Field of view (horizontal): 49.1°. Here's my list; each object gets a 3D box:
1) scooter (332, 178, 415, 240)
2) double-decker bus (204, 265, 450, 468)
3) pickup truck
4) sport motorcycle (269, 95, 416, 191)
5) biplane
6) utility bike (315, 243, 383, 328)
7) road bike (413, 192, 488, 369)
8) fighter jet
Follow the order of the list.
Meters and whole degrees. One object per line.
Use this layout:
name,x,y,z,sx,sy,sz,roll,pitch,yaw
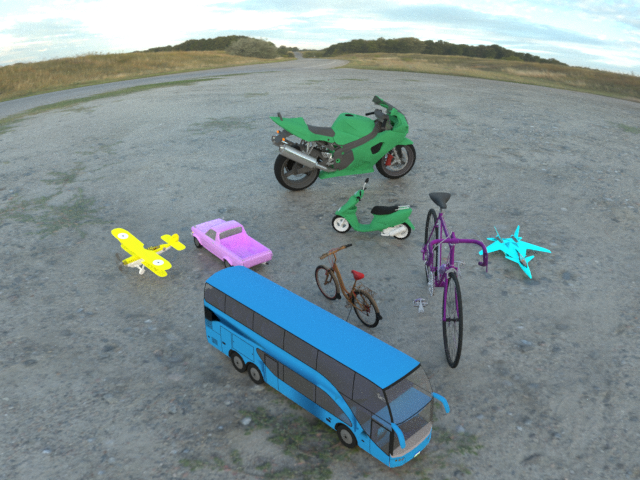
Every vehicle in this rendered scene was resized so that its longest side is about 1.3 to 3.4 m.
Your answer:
scooter,0.875,-0.475,11.545,1.399,0.919,0.662,7,28,13
double-decker bus,-0.098,1.333,7.867,0.756,1.052,3.251,-24,36,-39
pickup truck,-1.419,0.018,11.030,0.640,0.511,1.603,-20,33,-33
sport motorcycle,0.491,-1.809,13.409,2.955,1.596,0.983,-8,28,-15
biplane,-2.581,0.201,10.680,1.336,0.504,1.090,23,35,37
utility bike,0.321,0.602,9.412,0.535,0.946,1.435,-19,33,-32
road bike,1.603,0.324,9.175,0.696,1.656,3.004,0,27,0
fighter jet,3.092,0.184,10.952,1.147,0.286,1.358,-2,27,-3
